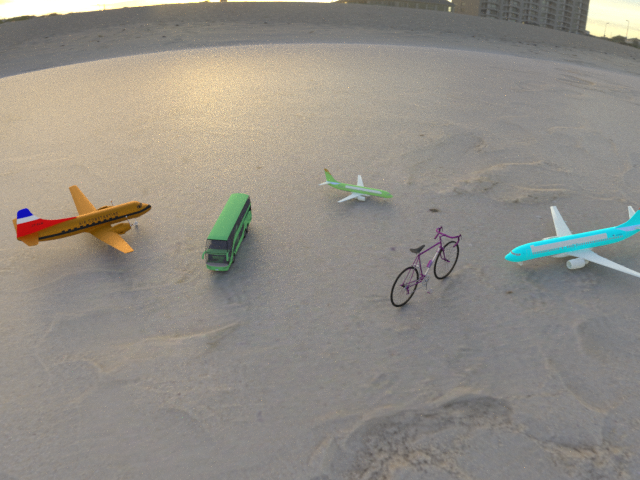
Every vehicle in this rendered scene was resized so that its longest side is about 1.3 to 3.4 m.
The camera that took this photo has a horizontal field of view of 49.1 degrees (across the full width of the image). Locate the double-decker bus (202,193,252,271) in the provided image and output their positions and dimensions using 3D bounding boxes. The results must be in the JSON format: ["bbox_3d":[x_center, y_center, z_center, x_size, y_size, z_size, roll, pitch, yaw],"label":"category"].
[{"bbox_3d":[-1.398,-0.126,10.789,0.389,0.541,1.672,4,31,7],"label":"double-decker bus"}]

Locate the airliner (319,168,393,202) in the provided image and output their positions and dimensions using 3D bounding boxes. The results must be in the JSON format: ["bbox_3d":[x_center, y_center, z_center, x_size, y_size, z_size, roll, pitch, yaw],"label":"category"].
[{"bbox_3d":[0.661,-0.977,12.354,1.307,0.429,1.161,11,32,18],"label":"airliner"}]

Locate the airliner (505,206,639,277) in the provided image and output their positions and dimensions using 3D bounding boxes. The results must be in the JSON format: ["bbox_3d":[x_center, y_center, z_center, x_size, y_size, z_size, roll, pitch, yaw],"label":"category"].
[{"bbox_3d":[3.930,-0.130,10.505,2.541,0.835,2.257,-9,32,-15],"label":"airliner"}]

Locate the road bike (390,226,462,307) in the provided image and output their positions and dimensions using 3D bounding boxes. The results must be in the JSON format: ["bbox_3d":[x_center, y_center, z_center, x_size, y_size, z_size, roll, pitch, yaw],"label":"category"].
[{"bbox_3d":[1.478,0.353,9.664,0.358,0.852,1.545,27,39,37],"label":"road bike"}]

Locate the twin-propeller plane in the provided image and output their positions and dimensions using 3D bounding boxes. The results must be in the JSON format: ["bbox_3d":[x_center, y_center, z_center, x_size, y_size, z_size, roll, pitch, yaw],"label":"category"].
[{"bbox_3d":[-3.655,-0.370,10.958,2.129,0.792,2.663,-19,35,-29],"label":"twin-propeller plane"}]
